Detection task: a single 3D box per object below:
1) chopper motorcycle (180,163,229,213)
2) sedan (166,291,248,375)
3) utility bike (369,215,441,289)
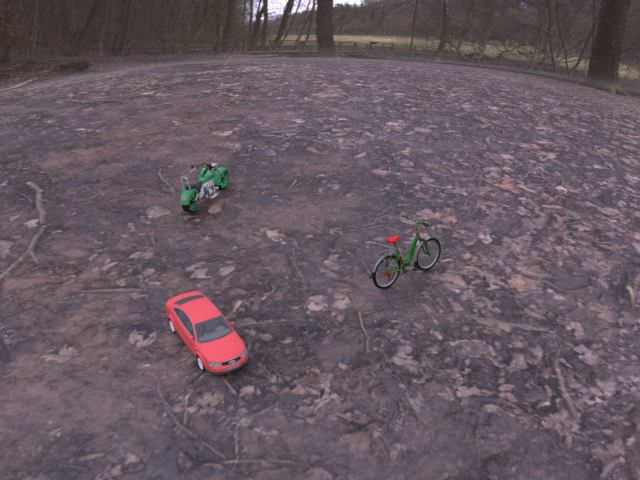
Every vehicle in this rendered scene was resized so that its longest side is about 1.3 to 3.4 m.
[{"bbox_3d":[-2.080,-1.063,12.729,0.466,0.761,1.563,10,31,18],"label":"chopper motorcycle"},{"bbox_3d":[-1.480,1.133,9.044,0.635,0.483,1.613,-17,33,-28],"label":"sedan"},{"bbox_3d":[1.253,0.148,10.347,1.435,0.946,0.535,-20,35,-32],"label":"utility bike"}]
